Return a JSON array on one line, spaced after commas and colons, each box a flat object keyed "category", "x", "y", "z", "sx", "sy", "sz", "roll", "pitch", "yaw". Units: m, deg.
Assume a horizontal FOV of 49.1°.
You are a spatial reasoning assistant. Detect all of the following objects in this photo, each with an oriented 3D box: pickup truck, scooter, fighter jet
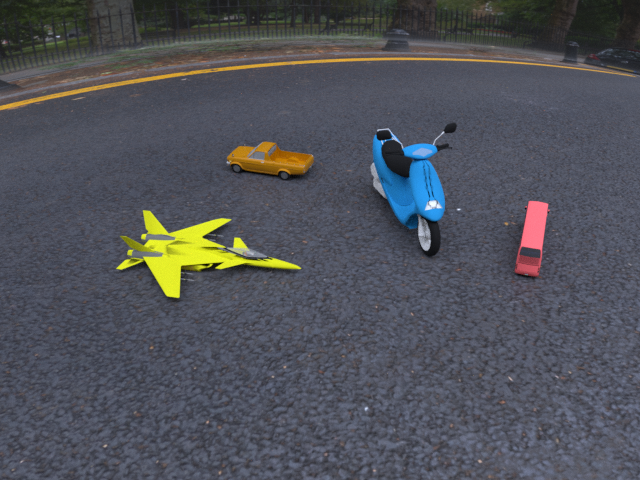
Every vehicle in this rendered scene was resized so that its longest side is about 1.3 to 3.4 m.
[{"category": "pickup truck", "x": -0.937, "y": -1.526, "z": 13.135, "sx": 1.603, "sy": 0.511, "sz": 0.640, "roll": 10, "pitch": 32, "yaw": 16}, {"category": "scooter", "x": 1.373, "y": -1.077, "z": 11.147, "sx": 1.288, "sy": 1.786, "sz": 2.721, "roll": -8, "pitch": 32, "yaw": -13}, {"category": "fighter jet", "x": -1.564, "y": 0.121, "z": 10.347, "sx": 2.640, "sy": 0.557, "sz": 2.229, "roll": 6, "pitch": 32, "yaw": 11}]

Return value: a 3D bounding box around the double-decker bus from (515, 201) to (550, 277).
[{"category": "double-decker bus", "x": 3.245, "y": -0.064, "z": 10.670, "sx": 0.389, "sy": 0.541, "sz": 1.672, "roll": 10, "pitch": 32, "yaw": 16}]
